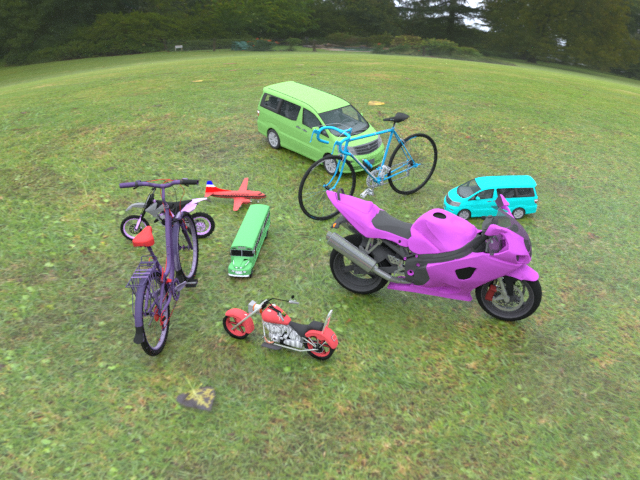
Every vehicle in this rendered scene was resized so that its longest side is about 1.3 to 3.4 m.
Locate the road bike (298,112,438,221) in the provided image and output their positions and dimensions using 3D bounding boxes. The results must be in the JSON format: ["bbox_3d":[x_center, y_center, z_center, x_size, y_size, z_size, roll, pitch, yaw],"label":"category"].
[{"bbox_3d":[0.898,-1.326,12.000,3.004,1.656,0.697,-18,34,-29],"label":"road bike"}]

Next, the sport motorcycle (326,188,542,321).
[{"bbox_3d":[1.481,0.191,9.322,2.955,1.596,0.983,10,30,17],"label":"sport motorcycle"}]

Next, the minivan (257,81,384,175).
[{"bbox_3d":[-0.013,-2.319,14.268,1.324,1.197,3.011,-23,36,-35],"label":"minivan"}]

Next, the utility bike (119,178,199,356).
[{"bbox_3d":[-2.093,0.180,9.092,1.039,1.839,2.791,2,29,4],"label":"utility bike"}]

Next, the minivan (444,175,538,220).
[{"bbox_3d":[2.923,-0.744,12.024,1.548,0.616,0.681,-2,29,-3],"label":"minivan"}]

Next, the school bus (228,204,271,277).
[{"bbox_3d":[-1.086,0.003,10.862,0.365,0.434,1.708,3,29,6],"label":"school bus"}]

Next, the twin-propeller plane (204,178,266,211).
[{"bbox_3d":[-1.497,-0.855,12.440,1.095,0.407,1.370,1,29,2],"label":"twin-propeller plane"}]

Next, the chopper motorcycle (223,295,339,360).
[{"bbox_3d":[-0.511,1.029,8.672,1.563,0.761,0.466,12,31,21],"label":"chopper motorcycle"}]

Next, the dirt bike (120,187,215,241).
[{"bbox_3d":[-2.433,-0.376,11.109,1.493,0.857,0.527,-3,29,-6],"label":"dirt bike"}]
